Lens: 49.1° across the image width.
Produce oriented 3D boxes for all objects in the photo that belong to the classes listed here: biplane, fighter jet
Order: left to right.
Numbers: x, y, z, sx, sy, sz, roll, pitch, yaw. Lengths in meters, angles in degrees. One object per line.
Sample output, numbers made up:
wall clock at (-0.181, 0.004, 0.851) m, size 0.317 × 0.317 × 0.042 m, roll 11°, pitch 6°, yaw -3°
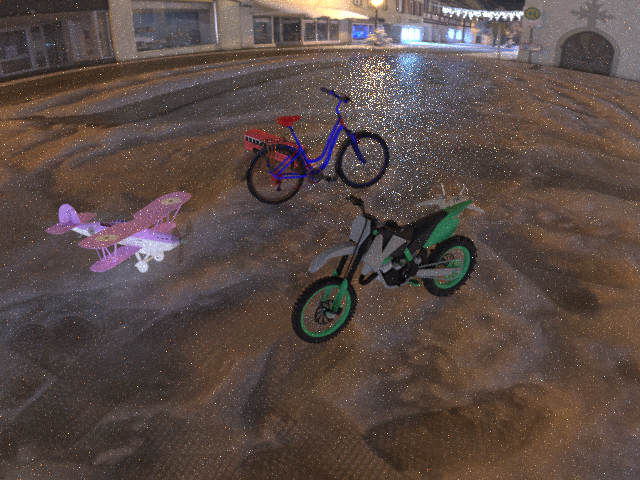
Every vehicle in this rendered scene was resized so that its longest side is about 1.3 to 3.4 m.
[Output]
biplane at (-2.870, -0.127, 10.230) m, size 2.120 × 0.981 × 2.598 m, roll 9°, pitch 31°, yaw 15°
fighter jet at (2.167, -0.541, 11.671) m, size 1.147 × 0.286 × 1.358 m, roll 7°, pitch 30°, yaw 11°

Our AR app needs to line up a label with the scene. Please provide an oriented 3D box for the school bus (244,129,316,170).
school bus at (-0.786, -1.752, 13.674) m, size 1.708 × 0.434 × 0.365 m, roll 24°, pitch 37°, yaw 36°

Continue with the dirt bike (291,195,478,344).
dirt bike at (0.912, 0.285, 8.797) m, size 2.903 × 1.666 × 1.024 m, roll -17°, pitch 34°, yaw -27°

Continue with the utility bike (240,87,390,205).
utility bike at (-0.080, -1.634, 12.033) m, size 2.791 × 1.839 × 1.039 m, roll -11°, pitch 31°, yaw -19°
